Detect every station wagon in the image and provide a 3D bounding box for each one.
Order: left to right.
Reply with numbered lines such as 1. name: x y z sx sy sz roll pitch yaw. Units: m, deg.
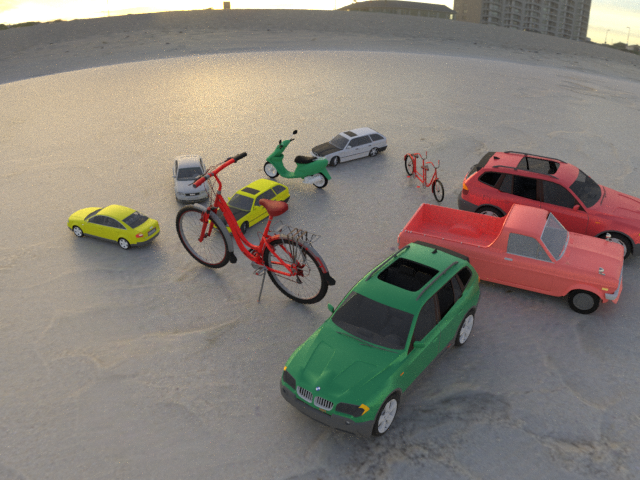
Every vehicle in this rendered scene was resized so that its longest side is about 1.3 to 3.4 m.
1. station wagon: -1.175 -0.602 11.728 0.682 0.473 1.597 18 34 29
2. station wagon: 0.574 -1.903 14.044 1.597 0.473 0.682 -17 34 -28

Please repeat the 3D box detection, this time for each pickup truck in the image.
1. pickup truck: 2.721 0.075 9.993 3.117 0.993 1.244 13 32 21

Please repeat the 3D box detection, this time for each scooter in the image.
1. scooter: -0.434 -1.461 12.803 1.399 0.919 0.662 14 32 23

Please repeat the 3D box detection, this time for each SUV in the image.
1. SUV: 0.812 1.005 8.198 1.276 1.128 3.058 20 35 31
2. SUV: 3.748 -0.625 11.099 3.058 1.128 1.276 14 32 24

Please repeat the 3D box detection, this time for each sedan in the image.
1. sedan: -3.315 -0.285 11.154 1.613 0.483 0.635 13 32 22
2. sedan: -2.365 -1.180 12.746 0.635 0.483 1.613 -6 30 -10

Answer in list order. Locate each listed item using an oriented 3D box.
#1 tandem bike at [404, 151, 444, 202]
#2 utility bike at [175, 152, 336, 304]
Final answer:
1. tandem bike: 1.881 -1.263 12.692 0.283 0.682 1.642 -9 31 -16
2. utility bike: -1.024 -0.102 9.443 2.791 1.839 1.039 18 34 29
